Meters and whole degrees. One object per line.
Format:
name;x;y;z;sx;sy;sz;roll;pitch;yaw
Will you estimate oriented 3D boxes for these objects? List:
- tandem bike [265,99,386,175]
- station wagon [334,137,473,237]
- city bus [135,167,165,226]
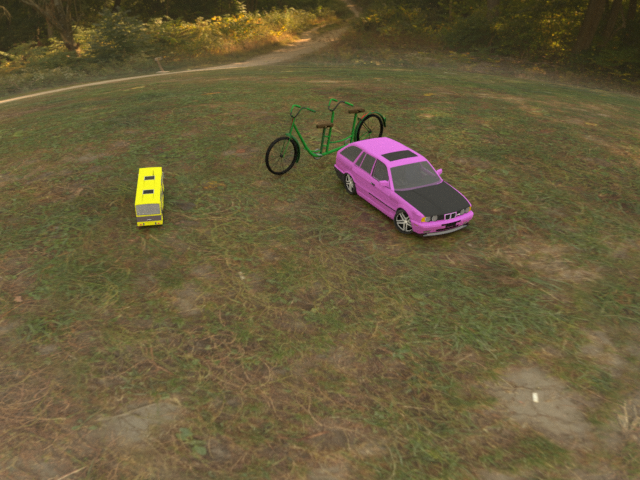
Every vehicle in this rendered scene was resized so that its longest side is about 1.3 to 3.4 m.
tandem bike;0.190;-2.228;14.220;3.192;1.326;0.550;-21;34;-34
station wagon;1.421;-1.053;12.391;1.327;0.920;3.105;-13;30;-23
city bus;-2.987;-0.765;12.335;0.476;0.460;1.674;-5;28;-9
